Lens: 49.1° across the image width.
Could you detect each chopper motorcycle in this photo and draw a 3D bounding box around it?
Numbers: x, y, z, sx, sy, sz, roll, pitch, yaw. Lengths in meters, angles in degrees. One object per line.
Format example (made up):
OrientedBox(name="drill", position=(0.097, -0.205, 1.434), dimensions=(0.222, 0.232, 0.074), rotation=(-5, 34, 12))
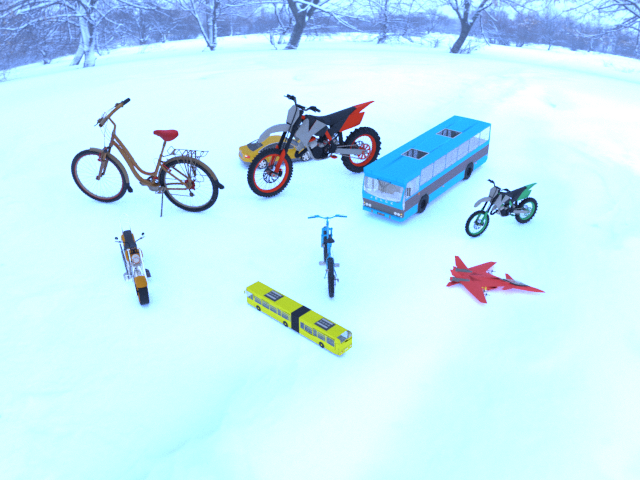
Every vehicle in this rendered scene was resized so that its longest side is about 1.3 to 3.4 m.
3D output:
OrientedBox(name="chopper motorcycle", position=(-2.659, 0.260, 9.993), dimensions=(0.466, 0.761, 1.563), rotation=(-11, 31, -19))

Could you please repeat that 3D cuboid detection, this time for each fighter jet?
OrientedBox(name="fighter jet", position=(2.524, 0.550, 9.964), dimensions=(1.358, 0.286, 1.147), rotation=(10, 31, 17))

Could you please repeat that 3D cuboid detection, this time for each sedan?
OrientedBox(name="sedan", position=(-0.822, -1.815, 13.920), dimensions=(1.613, 0.483, 0.635), rotation=(-12, 32, -20))

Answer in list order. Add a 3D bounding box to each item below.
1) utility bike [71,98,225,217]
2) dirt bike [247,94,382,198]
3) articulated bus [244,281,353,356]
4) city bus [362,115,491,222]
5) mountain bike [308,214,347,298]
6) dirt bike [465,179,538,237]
OrientedBox(name="utility bike", position=(-2.977, -1.295, 11.637), dimensions=(2.791, 1.839, 1.039), rotation=(6, 30, 11))
OrientedBox(name="dirt bike", position=(-0.040, -1.768, 12.642), dimensions=(2.903, 1.666, 1.024), rotation=(-18, 34, -29))
OrientedBox(name="articulated bus", position=(-0.311, 0.999, 9.171), dimensions=(1.749, 0.289, 0.311), rotation=(25, 38, 36))
OrientedBox(name="city bus", position=(1.992, -1.326, 12.647), dimensions=(0.926, 0.894, 3.255), rotation=(20, 35, 32))
OrientedBox(name="mountain bike", position=(0.124, 0.163, 10.056), dimensions=(0.573, 0.868, 1.469), rotation=(-2, 30, -3))
OrientedBox(name="dirt bike", position=(2.971, -0.540, 11.302), dimensions=(1.493, 0.857, 0.527), rotation=(-15, 33, -24))
